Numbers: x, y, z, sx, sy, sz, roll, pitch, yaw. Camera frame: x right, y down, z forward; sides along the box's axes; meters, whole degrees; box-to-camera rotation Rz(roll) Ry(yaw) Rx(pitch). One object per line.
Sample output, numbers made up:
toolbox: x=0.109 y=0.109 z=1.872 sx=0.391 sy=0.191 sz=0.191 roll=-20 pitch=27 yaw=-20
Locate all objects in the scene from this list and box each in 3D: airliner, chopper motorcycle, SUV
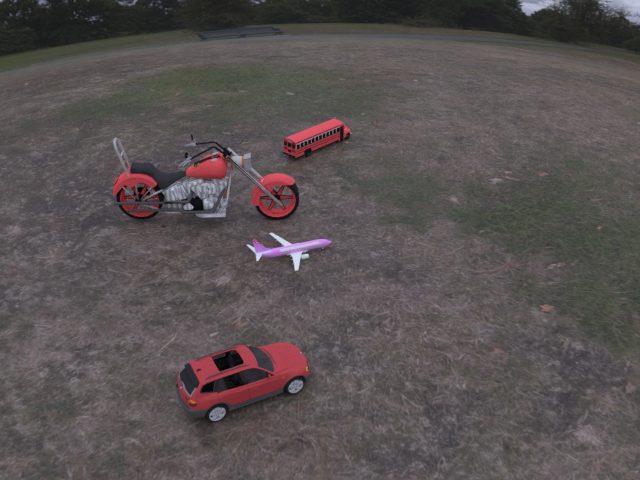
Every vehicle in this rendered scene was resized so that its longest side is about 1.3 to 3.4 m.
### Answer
airliner: x=-0.428 y=0.057 z=10.720 sx=1.307 sy=0.429 sz=1.161 roll=-12 pitch=33 yaw=-19
chopper motorcycle: x=-1.867 y=-0.994 z=11.437 sx=3.040 sy=1.480 sz=0.906 roll=-2 pitch=31 yaw=-3
SUV: x=-0.877 y=1.549 z=8.125 sx=1.572 sy=0.580 sz=0.656 roll=-15 pitch=34 yaw=-23

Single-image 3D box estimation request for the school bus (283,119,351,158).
school bus: x=-0.020 y=-2.088 z=14.241 sx=0.365 sy=0.434 sz=1.708 roll=26 pitch=40 yaw=36
